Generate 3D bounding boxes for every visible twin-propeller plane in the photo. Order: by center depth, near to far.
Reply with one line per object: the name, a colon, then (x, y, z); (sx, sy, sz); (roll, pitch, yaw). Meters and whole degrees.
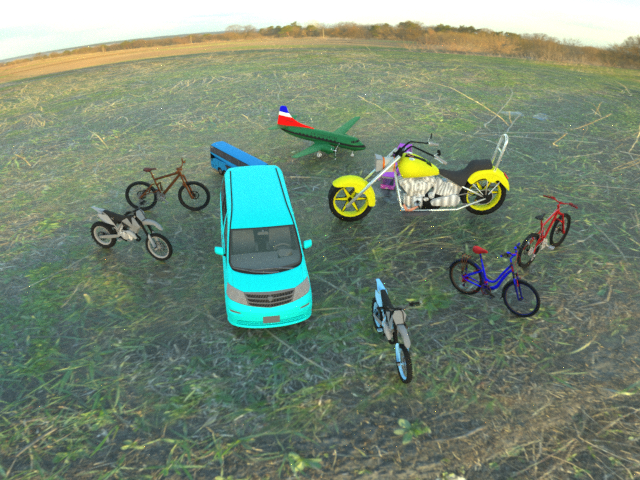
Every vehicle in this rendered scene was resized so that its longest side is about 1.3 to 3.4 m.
twin-propeller plane: (0.004, -2.239, 14.444); (2.129, 0.792, 2.663); (16, 34, 26)

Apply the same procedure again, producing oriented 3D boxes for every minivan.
minivan: (-0.851, 0.010, 10.111); (1.324, 1.197, 3.011); (-4, 30, -8)

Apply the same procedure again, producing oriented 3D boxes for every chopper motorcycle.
chopper motorcycle: (1.658, -1.037, 11.653); (3.040, 1.480, 0.906); (-1, 30, -2)

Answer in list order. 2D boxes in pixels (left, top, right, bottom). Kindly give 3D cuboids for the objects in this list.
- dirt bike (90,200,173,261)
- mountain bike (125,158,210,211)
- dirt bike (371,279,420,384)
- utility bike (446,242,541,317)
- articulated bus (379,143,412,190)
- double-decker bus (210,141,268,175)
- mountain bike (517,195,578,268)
dirt bike: (-2.924, -0.157, 10.744); (1.493, 0.857, 0.527); (12, 32, 19)
mountain bike: (-2.630, -0.892, 12.016); (1.469, 0.868, 0.573); (0, 30, 0)
dirt bike: (0.891, 1.053, 8.633); (0.527, 0.857, 1.493); (-6, 30, -11)
utility bike: (2.397, 0.450, 9.596); (1.435, 0.946, 0.535); (23, 37, 34)
articulated bus: (1.489, -1.449, 13.571); (0.311, 0.289, 1.749); (9, 31, 15)
double-decker bus: (-1.481, -1.365, 13.169); (0.389, 0.541, 1.672); (-23, 37, -34)
mountain bike: (3.462, -0.131, 10.688); (1.469, 0.868, 0.573); (-25, 38, -37)
